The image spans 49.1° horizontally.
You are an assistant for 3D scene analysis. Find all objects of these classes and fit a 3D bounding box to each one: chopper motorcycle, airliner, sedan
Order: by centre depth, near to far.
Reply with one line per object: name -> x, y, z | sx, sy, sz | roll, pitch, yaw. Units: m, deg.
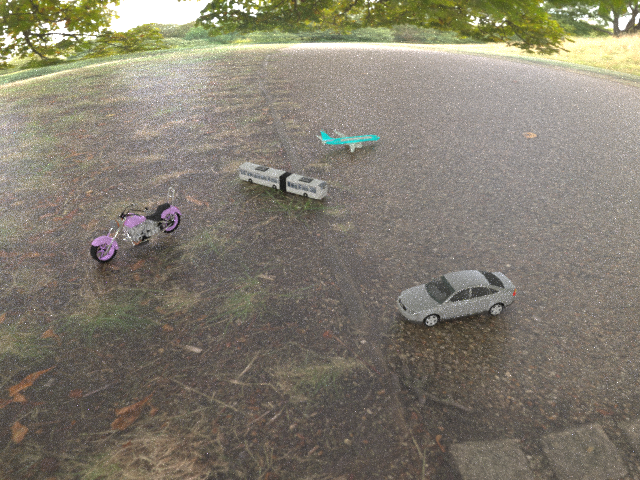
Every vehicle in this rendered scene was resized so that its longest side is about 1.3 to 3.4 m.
sedan -> 1.815, 0.717, 9.303 | 1.613, 0.483, 0.635 | -8, 31, -13
chopper motorcycle -> -2.792, -0.232, 10.639 | 0.466, 0.761, 1.563 | 26, 39, 37
airliner -> 0.604, -2.103, 14.139 | 1.307, 0.429, 1.161 | -9, 32, -15

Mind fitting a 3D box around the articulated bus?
articulated bus -> -0.683, -1.068, 12.522 | 1.749, 0.289, 0.311 | 16, 34, 25
